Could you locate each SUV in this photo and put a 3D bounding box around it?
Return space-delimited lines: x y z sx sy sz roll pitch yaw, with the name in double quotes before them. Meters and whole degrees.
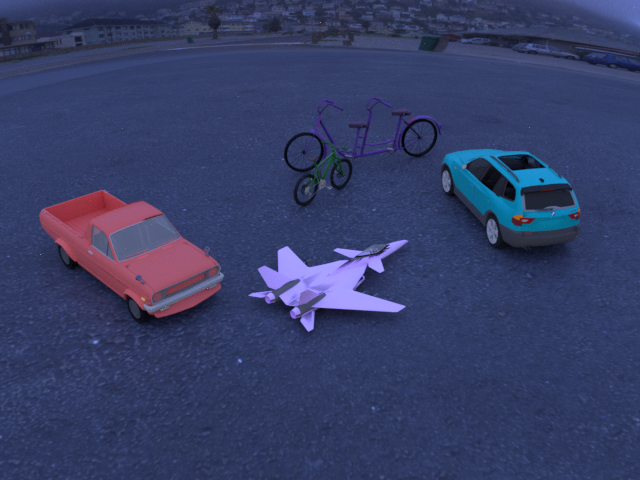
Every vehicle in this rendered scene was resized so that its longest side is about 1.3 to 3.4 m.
"SUV" 2.975 -0.888 11.198 1.276 1.128 3.058 -6 29 -11

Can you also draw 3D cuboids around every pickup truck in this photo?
"pickup truck" -2.689 0.028 9.675 1.244 0.993 3.117 -25 37 -38

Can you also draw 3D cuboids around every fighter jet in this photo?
"fighter jet" 0.384 0.310 9.614 2.229 0.557 2.640 26 38 38

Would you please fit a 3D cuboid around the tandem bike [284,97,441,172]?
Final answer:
"tandem bike" 0.852 -2.035 13.078 3.192 1.326 0.550 -10 30 -17

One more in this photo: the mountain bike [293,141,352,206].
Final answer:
"mountain bike" 0.073 -1.134 11.915 0.573 0.868 1.469 23 37 36
